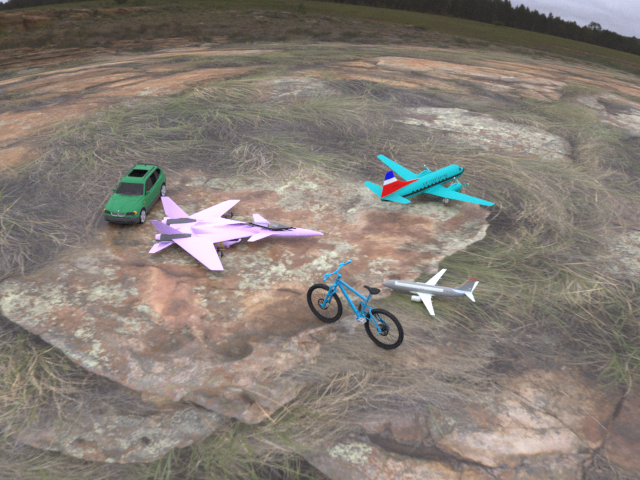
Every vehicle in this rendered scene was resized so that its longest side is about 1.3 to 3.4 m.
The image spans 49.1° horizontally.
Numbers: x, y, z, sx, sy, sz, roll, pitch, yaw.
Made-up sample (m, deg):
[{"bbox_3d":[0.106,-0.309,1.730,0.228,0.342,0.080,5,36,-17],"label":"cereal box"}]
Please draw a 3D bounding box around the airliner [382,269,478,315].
[{"bbox_3d":[1.495,0.598,9.612,1.307,0.429,1.161,8,31,14],"label":"airliner"}]

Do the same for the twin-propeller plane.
[{"bbox_3d":[1.814,-1.067,12.121,2.129,0.792,2.663,-23,37,-34],"label":"twin-propeller plane"}]

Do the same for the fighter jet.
[{"bbox_3d":[-1.261,-0.245,10.938,2.640,0.557,2.229,0,30,0],"label":"fighter jet"}]

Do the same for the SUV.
[{"bbox_3d":[-3.126,-0.808,11.884,0.656,0.580,1.572,5,30,8],"label":"SUV"}]

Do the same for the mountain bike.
[{"bbox_3d":[0.423,0.824,8.784,1.469,0.868,0.573,21,36,31],"label":"mountain bike"}]
